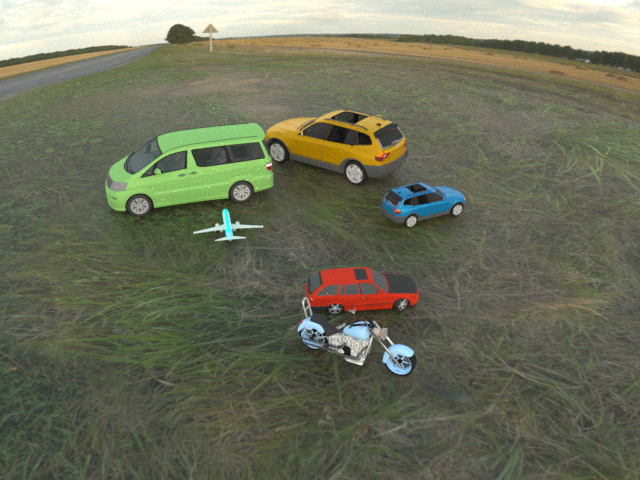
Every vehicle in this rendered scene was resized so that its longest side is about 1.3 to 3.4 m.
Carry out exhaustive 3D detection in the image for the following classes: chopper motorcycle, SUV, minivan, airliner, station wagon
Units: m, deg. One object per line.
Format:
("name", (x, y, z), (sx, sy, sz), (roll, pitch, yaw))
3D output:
("chopper motorcycle", (0.444, 1.201, 8.704), (1.563, 0.761, 0.466), (12, 31, 20))
("SUV", (0.281, -2.032, 14.099), (3.058, 1.128, 1.276), (19, 34, 30))
("minivan", (-2.397, -1.335, 12.785), (3.011, 1.197, 1.324), (-9, 30, -15))
("SUV", (1.826, -0.692, 12.269), (1.572, 0.580, 0.656), (-14, 32, -23))
("airliner", (-1.556, -0.325, 11.768), (1.161, 0.429, 1.307), (-5, 30, -10))
("station wagon", (0.606, 0.678, 9.932), (1.597, 0.473, 0.682), (-3, 29, -5))
